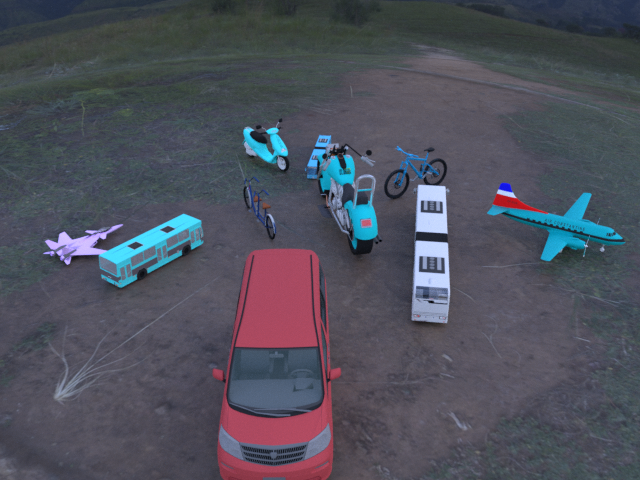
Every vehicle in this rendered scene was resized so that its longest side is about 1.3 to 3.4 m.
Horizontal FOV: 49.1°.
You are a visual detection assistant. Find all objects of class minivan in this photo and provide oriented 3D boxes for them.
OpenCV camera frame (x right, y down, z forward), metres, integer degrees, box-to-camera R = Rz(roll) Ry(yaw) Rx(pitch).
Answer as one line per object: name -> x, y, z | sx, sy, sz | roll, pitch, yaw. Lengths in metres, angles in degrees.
minivan -> -0.450, 1.289, 7.811 | 1.324, 1.197, 3.011 | 0, 29, -1

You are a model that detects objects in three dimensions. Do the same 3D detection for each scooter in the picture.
scooter -> -1.089, -1.949, 13.902 | 0.662, 0.919, 1.399 | -25, 38, -37

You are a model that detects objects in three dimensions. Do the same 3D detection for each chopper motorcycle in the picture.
chopper motorcycle -> 0.380, -0.930, 11.500 | 0.906, 1.480, 3.040 | -6, 30, -11

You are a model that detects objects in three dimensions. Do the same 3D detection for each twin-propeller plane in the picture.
twin-propeller plane -> 3.785, -0.356, 11.176 | 2.129, 0.792, 2.663 | 17, 33, 27

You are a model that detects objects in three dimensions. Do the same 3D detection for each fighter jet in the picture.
fighter jet -> -3.676, -0.062, 11.168 | 1.147, 0.286, 1.358 | 19, 34, 30

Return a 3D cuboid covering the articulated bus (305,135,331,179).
articulated bus -> -0.009, -1.691, 14.088 | 0.311, 0.289, 1.749 | 4, 29, 7

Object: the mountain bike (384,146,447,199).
mountain bike -> 1.761, -1.264, 12.726 | 1.469, 0.868, 0.573 | -18, 34, -29

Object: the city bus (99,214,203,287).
city bus -> -2.513, 0.158, 10.596 | 0.476, 0.460, 1.674 | 20, 35, 32

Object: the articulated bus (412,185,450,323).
articulated bus -> 1.681, 0.085, 10.622 | 0.605, 0.561, 3.401 | 4, 29, 7

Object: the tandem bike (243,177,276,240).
tandem bike -> -1.029, -0.587, 11.704 | 0.283, 0.682, 1.642 | -12, 31, -20
